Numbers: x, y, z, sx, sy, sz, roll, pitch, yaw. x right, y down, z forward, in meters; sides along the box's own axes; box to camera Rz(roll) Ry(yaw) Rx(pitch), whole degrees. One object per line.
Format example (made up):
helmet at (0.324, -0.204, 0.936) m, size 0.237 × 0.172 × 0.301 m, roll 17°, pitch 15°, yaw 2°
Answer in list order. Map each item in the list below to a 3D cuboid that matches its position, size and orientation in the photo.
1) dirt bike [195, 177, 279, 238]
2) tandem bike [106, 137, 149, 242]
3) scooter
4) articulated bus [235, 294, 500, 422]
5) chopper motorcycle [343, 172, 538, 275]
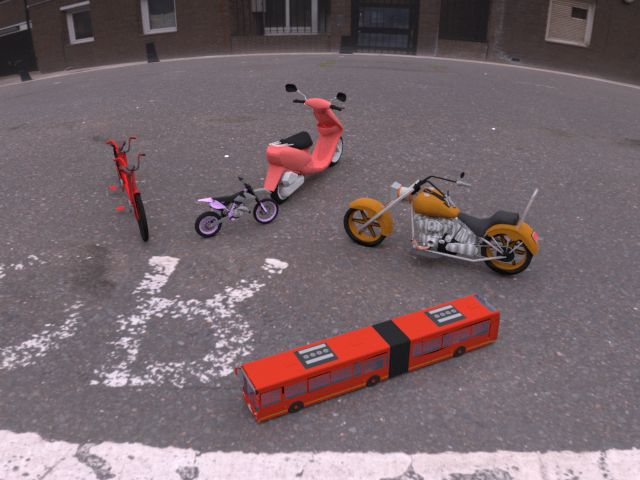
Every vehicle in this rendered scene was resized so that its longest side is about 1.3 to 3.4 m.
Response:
dirt bike at (-1.380, -0.544, 11.626) m, size 1.493 × 0.857 × 0.527 m, roll -14°, pitch 32°, yaw -23°
tandem bike at (-3.348, -1.131, 12.185) m, size 0.550 × 1.326 × 3.192 m, roll -12°, pitch 32°, yaw -19°
scooter at (-0.233, -1.864, 13.012) m, size 1.288 × 1.786 × 2.721 m, roll 16°, pitch 33°, yaw 25°
articulated bus at (0.678, 1.379, 8.532) m, size 3.401 × 0.561 × 0.605 m, roll -14°, pitch 32°, yaw -23°
chopper motorcycle at (1.800, -0.350, 10.652) m, size 3.040 × 1.480 × 0.906 m, roll 13°, pitch 32°, yaw 22°
